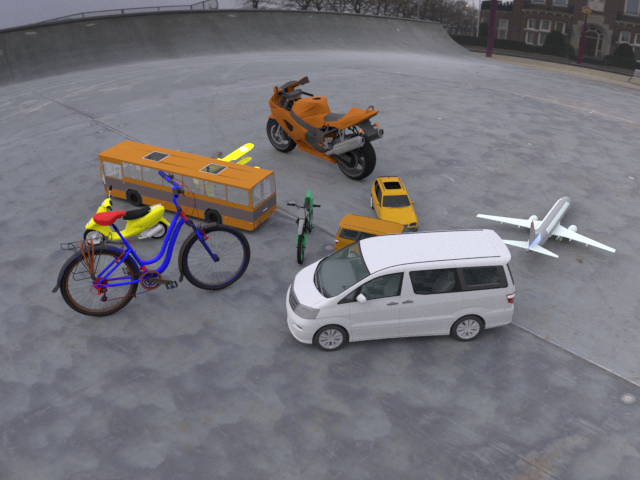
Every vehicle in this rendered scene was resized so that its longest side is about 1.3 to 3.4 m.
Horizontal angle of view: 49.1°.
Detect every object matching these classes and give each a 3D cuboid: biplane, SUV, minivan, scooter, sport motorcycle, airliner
[{"bbox_3d":[-1.690,-1.409,13.629,1.090,0.504,1.336,24,38,36],"label":"biplane"},{"bbox_3d":[1.275,-0.620,12.175,0.656,0.580,1.572,-3,30,-5],"label":"SUV"},{"bbox_3d":[1.019,0.056,10.957,1.548,0.616,0.681,12,32,20],"label":"minivan"},{"bbox_3d":[-3.171,-0.370,11.396,1.399,0.919,0.662,-8,31,-13],"label":"scooter"},{"bbox_3d":[-0.022,-2.237,13.977,2.955,1.596,0.983,24,38,36],"label":"sport motorcycle"},{"bbox_3d":[1.045,0.610,9.403,3.011,1.197,1.324,-3,30,-6],"label":"minivan"},{"bbox_3d":[3.793,-0.406,11.543,2.257,0.835,2.541,17,34,27],"label":"airliner"}]

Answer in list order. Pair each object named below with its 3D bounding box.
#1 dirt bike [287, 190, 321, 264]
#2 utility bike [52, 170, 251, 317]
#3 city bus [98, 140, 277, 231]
[{"bbox_3d":[-0.235,-0.271,11.286,0.527,0.857,1.493,3,30,5],"label":"dirt bike"},{"bbox_3d":[-2.356,0.038,9.756,2.791,1.839,1.039,-12,32,-20],"label":"utility bike"},{"bbox_3d":[-2.383,-0.971,12.472,3.255,0.894,0.926,14,33,23],"label":"city bus"}]
